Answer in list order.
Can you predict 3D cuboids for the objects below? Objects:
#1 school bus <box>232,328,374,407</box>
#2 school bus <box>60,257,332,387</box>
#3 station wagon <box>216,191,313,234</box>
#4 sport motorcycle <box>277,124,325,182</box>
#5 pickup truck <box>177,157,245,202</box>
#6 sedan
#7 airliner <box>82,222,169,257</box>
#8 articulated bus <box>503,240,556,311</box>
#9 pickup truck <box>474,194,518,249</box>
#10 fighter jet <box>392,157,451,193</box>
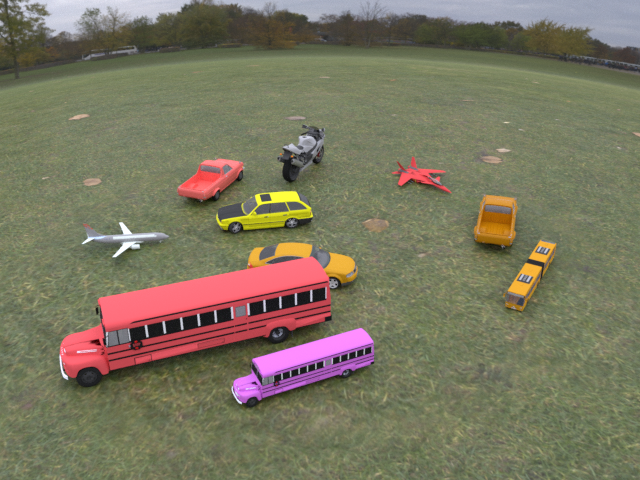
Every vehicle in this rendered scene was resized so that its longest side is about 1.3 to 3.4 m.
[{"bbox_3d":[-0.191,1.469,8.138,1.708,0.434,0.365,-13,31,-22],"label":"school bus"},{"bbox_3d":[-1.507,0.959,8.649,3.322,0.844,0.709,-11,30,-19],"label":"school bus"},{"bbox_3d":[-0.939,-0.499,11.728,1.597,0.473,0.682,-6,29,-10],"label":"station wagon"},{"bbox_3d":[-0.312,-1.698,13.576,0.506,0.821,1.520,15,32,25],"label":"sport motorcycle"},{"bbox_3d":[-1.988,-1.163,12.914,0.640,0.511,1.603,10,30,18],"label":"pickup truck"},{"bbox_3d":[-0.255,0.333,10.183,1.613,0.483,0.635,3,29,6],"label":"sedan"},{"bbox_3d":[-3.059,-0.110,11.056,1.307,0.429,1.161,-4,29,-8],"label":"airliner"},{"bbox_3d":[3.060,0.483,10.110,0.311,0.289,1.749,16,32,26],"label":"articulated bus"},{"bbox_3d":[2.892,-0.366,11.444,0.640,0.511,1.603,8,29,14],"label":"pickup truck"},{"bbox_3d":[2.013,-1.201,13.220,1.147,0.286,1.358,-18,33,-30],"label":"fighter jet"}]
